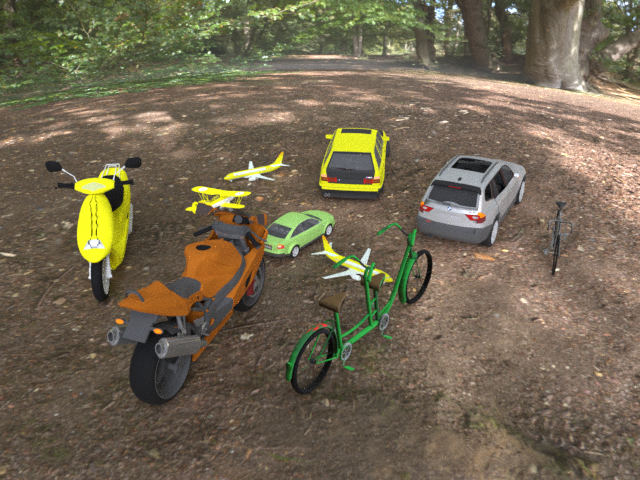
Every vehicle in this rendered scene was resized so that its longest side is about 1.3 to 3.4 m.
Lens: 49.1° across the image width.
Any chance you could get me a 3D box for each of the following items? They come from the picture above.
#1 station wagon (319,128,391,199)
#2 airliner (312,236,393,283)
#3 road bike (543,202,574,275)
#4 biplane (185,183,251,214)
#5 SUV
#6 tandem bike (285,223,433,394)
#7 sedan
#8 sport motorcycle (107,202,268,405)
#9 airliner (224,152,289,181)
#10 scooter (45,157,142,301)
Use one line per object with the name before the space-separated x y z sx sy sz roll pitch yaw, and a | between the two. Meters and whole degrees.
station wagon | 0.713 -1.734 13.795 1.327 0.920 3.105 3 27 6
airliner | 0.526 0.296 10.294 1.307 0.429 1.161 19 32 33
road bike | 3.595 -0.095 10.603 0.358 0.852 1.545 8 28 15
biplane | -1.825 -0.662 12.120 1.336 0.504 1.090 18 32 32
SUV | 2.636 -0.885 11.869 1.276 1.128 3.058 13 29 24
tandem bike | 0.596 0.693 8.500 0.550 1.326 3.192 18 32 32
sedan | -0.361 -0.186 11.195 0.635 0.483 1.613 18 32 31
sport motorcycle | -1.371 0.638 8.308 0.983 1.596 2.955 10 28 19
airliner | -1.277 -1.431 13.740 1.307 0.429 1.161 -13 30 -25
scooter | -3.151 -0.448 10.263 1.288 1.786 2.721 -3 27 -7
